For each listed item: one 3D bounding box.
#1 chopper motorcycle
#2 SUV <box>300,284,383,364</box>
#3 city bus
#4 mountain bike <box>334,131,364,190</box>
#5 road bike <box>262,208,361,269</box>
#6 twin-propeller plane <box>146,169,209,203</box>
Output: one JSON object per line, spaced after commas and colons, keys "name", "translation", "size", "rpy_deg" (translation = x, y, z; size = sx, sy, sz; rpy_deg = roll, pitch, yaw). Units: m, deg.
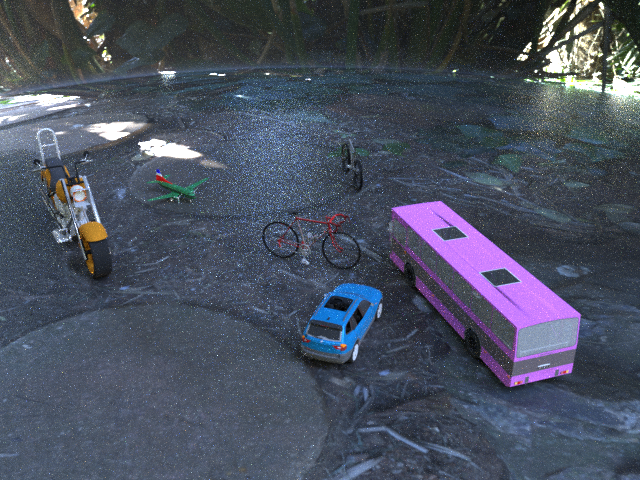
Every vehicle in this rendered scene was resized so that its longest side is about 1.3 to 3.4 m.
{"name": "chopper motorcycle", "translation": [-3.753, -0.618, 10.573], "size": [0.906, 1.480, 3.040], "rpy_deg": [-15, 30, -27]}
{"name": "SUV", "translation": [0.290, 0.914, 8.517], "size": [0.656, 0.580, 1.572], "rpy_deg": [10, 28, 19]}
{"name": "city bus", "translation": [1.894, 0.564, 8.864], "size": [0.926, 0.894, 3.255], "rpy_deg": [-9, 28, -17]}
{"name": "mountain bike", "translation": [0.596, -1.520, 13.060], "size": [0.573, 0.868, 1.469], "rpy_deg": [-5, 27, -10]}
{"name": "road bike", "translation": [-0.139, -0.040, 10.120], "size": [1.545, 0.852, 0.358], "rpy_deg": [10, 28, 19]}
{"name": "twin-propeller plane", "translation": [-2.576, -0.961, 12.458], "size": [1.095, 0.407, 1.370], "rpy_deg": [21, 33, 35]}
